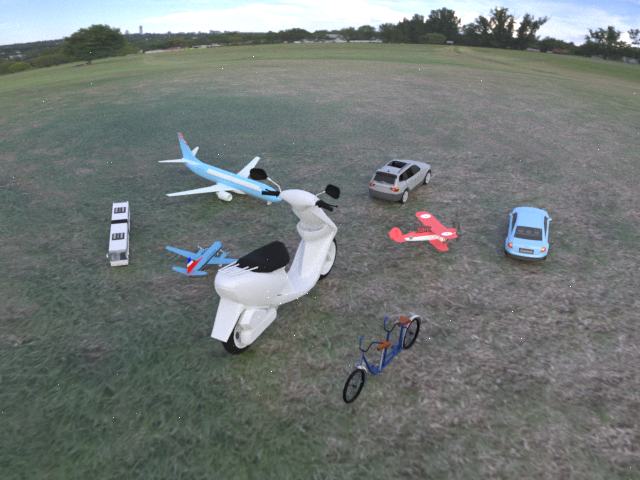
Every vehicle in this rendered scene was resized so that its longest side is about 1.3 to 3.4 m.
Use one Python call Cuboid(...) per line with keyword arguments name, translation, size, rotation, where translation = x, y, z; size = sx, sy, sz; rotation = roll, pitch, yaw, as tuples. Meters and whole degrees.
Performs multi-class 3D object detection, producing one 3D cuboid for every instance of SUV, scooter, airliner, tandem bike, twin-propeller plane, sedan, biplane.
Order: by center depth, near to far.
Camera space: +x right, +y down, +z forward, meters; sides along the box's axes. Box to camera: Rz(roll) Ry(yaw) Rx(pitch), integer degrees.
Cuboid(name="tandem bike", translation=(0.736, 1.206, 7.855), size=(0.283, 0.682, 1.642), rotation=(19, 33, 32))
Cuboid(name="scooter", translation=(-0.469, 0.149, 8.675), size=(1.288, 1.786, 2.721), rotation=(15, 31, 26))
Cuboid(name="twin-propeller plane", translation=(-1.643, 0.221, 10.015), size=(1.370, 0.407, 1.095), rotation=(9, 29, 16))
Cuboid(name="biplane", translation=(1.567, -0.091, 10.503), size=(1.090, 0.504, 1.336), rotation=(-6, 28, -10))
Cuboid(name="sedan", translation=(3.190, -0.181, 10.697), size=(0.635, 0.483, 1.613), rotation=(8, 29, 15))
Cuboid(name="airliner", translation=(-1.648, -1.249, 12.343), size=(2.541, 0.835, 2.257), rotation=(20, 34, 33))
Cuboid(name="SUV", translation=(1.440, -1.144, 12.418), size=(0.656, 0.580, 1.572), rotation=(16, 32, 27))

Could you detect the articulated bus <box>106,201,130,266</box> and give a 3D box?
Cuboid(name="articulated bus", translation=(-3.084, -0.125, 10.800), size=(0.311, 0.289, 1.749), rotation=(-6, 28, -11))
